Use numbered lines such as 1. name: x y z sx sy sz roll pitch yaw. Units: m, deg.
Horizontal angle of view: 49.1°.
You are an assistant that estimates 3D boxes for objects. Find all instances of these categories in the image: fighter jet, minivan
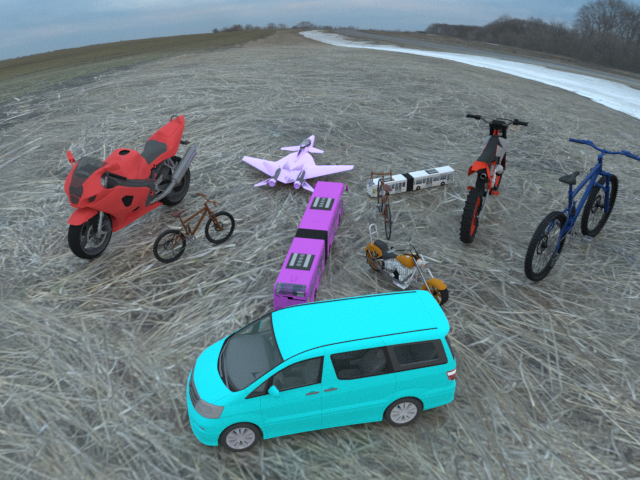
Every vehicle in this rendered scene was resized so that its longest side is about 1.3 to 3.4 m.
1. fighter jet: -0.404 -1.748 13.919 2.229 0.557 2.640 6 31 10
2. minivan: -0.008 1.404 7.912 3.011 1.197 1.324 -6 31 -10

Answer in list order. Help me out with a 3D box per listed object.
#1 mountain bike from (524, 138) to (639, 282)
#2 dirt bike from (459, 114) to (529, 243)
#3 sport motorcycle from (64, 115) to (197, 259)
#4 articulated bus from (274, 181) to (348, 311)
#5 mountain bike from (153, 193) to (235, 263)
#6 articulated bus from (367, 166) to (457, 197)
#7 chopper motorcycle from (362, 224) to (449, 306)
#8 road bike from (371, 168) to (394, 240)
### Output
1. mountain bike: 3.931 -0.485 10.647 1.114 1.688 2.857 26 39 37
2. dirt bike: 2.831 -1.183 11.858 1.024 1.666 2.903 13 33 21
3. sport motorcycle: -3.079 -0.913 11.468 0.983 1.596 2.955 14 33 23
4. articulated bus: -0.099 0.031 10.880 0.605 0.561 3.401 5 31 9
5. mountain bike: -1.957 -0.183 10.942 1.469 0.868 0.573 -23 37 -33
6. articulated bus: 1.713 -1.093 13.067 1.749 0.289 0.311 -11 32 -19
7. chopper motorcycle: 1.233 0.358 10.126 0.466 0.761 1.563 -24 38 -35
8. road bike: 1.079 -0.644 11.744 0.358 0.852 1.545 -2 30 -3
